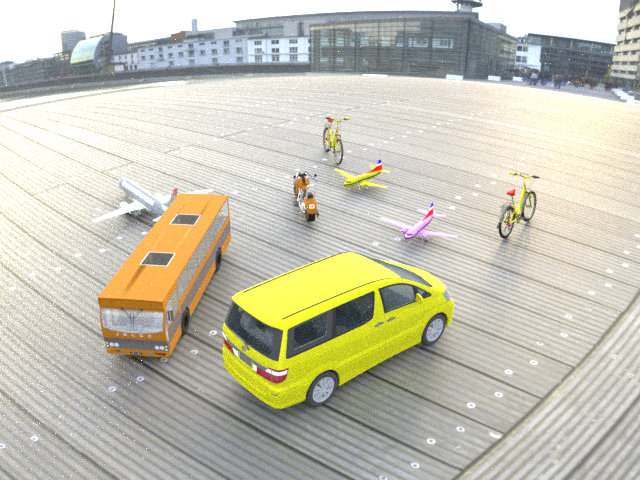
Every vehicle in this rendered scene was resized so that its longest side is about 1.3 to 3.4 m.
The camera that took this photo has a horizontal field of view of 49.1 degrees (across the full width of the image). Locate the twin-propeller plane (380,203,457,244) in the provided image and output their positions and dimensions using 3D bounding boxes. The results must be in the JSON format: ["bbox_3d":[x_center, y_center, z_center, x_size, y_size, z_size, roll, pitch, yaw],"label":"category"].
[{"bbox_3d":[1.654,-0.273,11.557,1.370,0.407,1.095,15,30,28],"label":"twin-propeller plane"}]

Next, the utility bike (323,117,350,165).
[{"bbox_3d":[0.320,-2.220,14.908,0.535,0.946,1.435,-7,27,-14],"label":"utility bike"}]

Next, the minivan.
[{"bbox_3d":[0.326,0.862,8.353,3.011,1.197,1.324,-20,33,-35],"label":"minivan"}]

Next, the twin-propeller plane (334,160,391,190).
[{"bbox_3d":[0.842,-1.253,13.552,1.095,0.407,1.370,-23,34,-38],"label":"twin-propeller plane"}]

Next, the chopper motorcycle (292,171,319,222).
[{"bbox_3d":[-0.281,-0.883,12.398,0.466,0.761,1.563,-5,27,-10],"label":"chopper motorcycle"}]

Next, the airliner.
[{"bbox_3d":[-3.036,-0.874,12.294,2.257,0.835,2.541,-19,32,-33],"label":"airliner"}]

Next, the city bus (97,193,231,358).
[{"bbox_3d":[-2.003,0.380,9.676,0.926,0.894,3.255,3,26,6],"label":"city bus"}]

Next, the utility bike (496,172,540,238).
[{"bbox_3d":[3.264,-0.623,11.660,0.535,0.946,1.435,20,33,35],"label":"utility bike"}]
